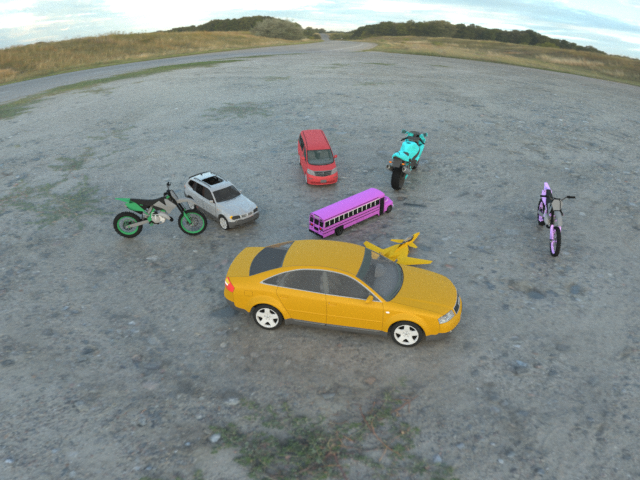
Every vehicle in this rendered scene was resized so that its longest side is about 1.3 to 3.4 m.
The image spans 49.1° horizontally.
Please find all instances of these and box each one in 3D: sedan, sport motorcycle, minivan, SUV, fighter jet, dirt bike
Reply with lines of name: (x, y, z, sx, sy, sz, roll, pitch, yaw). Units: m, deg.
sedan: (0.295, 0.584, 9.218, 3.137, 0.940, 1.235, 6, 30, 11)
sport motorcycle: (1.631, -1.521, 13.098, 0.506, 0.821, 1.520, 12, 31, 20)
minivan: (-0.058, -1.591, 13.434, 0.681, 0.616, 1.548, -4, 30, -8)
SUV: (-1.694, -0.702, 11.882, 0.656, 0.580, 1.572, -24, 37, -36)
fighter jet: (1.243, 0.080, 10.786, 1.147, 0.286, 1.358, 17, 34, 28)
dirt bike: (-2.554, -0.432, 11.117, 1.493, 0.857, 0.527, -2, 29, -3)
dirt bike: (3.646, -0.387, 11.036, 0.527, 0.857, 1.493, 3, 29, 5)

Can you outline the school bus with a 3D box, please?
school bus: (0.560, -0.480, 11.636, 1.708, 0.434, 0.365, -24, 37, -36)
